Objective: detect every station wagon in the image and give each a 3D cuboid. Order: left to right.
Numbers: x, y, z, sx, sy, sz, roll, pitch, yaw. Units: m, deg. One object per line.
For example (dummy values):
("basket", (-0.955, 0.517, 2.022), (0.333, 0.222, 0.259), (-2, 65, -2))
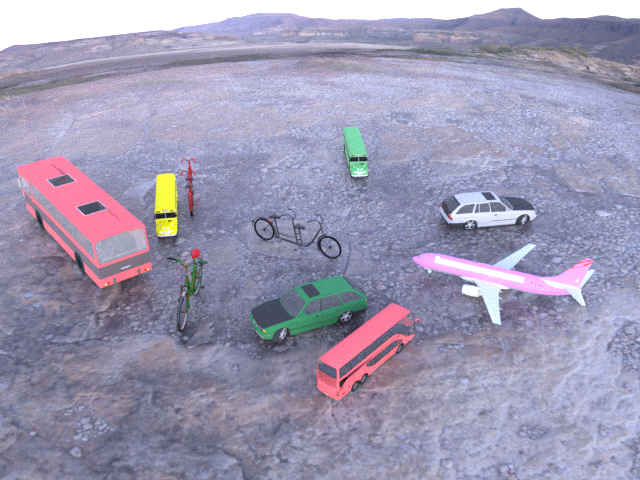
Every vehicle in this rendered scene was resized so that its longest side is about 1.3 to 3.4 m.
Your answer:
("station wagon", (-0.157, 0.880, 9.436), (1.597, 0.473, 0.682), (-13, 33, -22))
("station wagon", (2.868, -0.544, 11.890), (1.597, 0.473, 0.682), (-5, 30, -9))

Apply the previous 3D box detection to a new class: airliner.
("airliner", (2.537, 0.354, 9.982), (2.541, 0.835, 2.257), (14, 33, 22))

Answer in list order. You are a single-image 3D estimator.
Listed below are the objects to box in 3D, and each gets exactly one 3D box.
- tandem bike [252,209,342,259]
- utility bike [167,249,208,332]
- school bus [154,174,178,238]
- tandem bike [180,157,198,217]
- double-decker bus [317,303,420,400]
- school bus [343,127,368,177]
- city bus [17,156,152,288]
("tandem bike", (-0.388, -0.155, 11.013), (1.642, 0.682, 0.283), (16, 34, 25))
("utility bike", (-1.722, 0.555, 9.525), (0.535, 0.946, 1.435), (2, 30, 4))
("school bus", (-2.636, -0.600, 12.026), (0.365, 0.434, 1.708), (-5, 31, -9))
("tandem bike", (-2.319, -1.005, 12.478), (0.283, 0.682, 1.642), (-5, 30, -8))
("double-decker bus", (0.610, 1.321, 8.607), (0.389, 0.541, 1.672), (23, 37, 34))
("school bus", (0.707, -1.760, 14.027), (0.365, 0.434, 1.708), (-2, 30, -3))
("city bus", (-3.802, -0.340, 11.119), (0.926, 0.894, 3.255), (-22, 36, -32))
